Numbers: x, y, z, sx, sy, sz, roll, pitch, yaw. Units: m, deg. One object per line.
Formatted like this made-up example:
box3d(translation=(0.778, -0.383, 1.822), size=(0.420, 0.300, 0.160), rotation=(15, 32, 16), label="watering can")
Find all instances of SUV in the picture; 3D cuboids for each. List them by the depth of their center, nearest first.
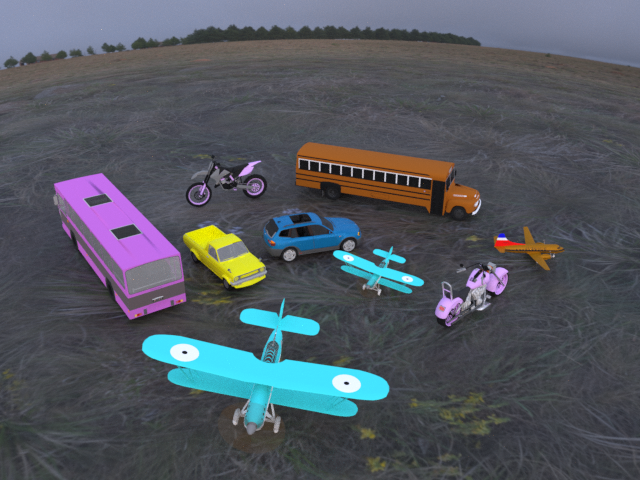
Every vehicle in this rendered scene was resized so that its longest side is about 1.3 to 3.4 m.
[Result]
box3d(translation=(-0.125, -0.118, 11.000), size=(1.572, 0.580, 0.656), rotation=(-9, 30, -16), label="SUV")

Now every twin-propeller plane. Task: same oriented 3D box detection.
box3d(translation=(3.244, 0.084, 10.810), size=(1.095, 0.407, 1.370), rotation=(0, 29, 1), label="twin-propeller plane")

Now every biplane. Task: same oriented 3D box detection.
box3d(translation=(-0.535, 1.421, 7.768), size=(2.598, 0.981, 2.120), rotation=(3, 29, 5), label="biplane")
box3d(translation=(0.878, 0.446, 10.047), size=(1.336, 0.504, 1.090), rotation=(12, 31, 20), label="biplane")

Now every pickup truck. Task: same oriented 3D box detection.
box3d(translation=(-1.452, 0.189, 10.511), size=(0.640, 0.511, 1.603), rotation=(-20, 34, -32), label="pickup truck")

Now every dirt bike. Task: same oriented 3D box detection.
box3d(translation=(-1.657, -1.051, 12.417), size=(1.493, 0.857, 0.527), rotation=(-11, 30, -19), label="dirt bike")

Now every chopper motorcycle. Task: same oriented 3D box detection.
box3d(translation=(2.093, 0.633, 9.439), size=(1.563, 0.761, 0.466), rotation=(-25, 38, -38), label="chopper motorcycle")

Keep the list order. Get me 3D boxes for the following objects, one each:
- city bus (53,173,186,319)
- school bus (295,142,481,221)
box3d(translation=(-3.043, 0.024, 10.413), size=(0.926, 0.894, 3.255), rotation=(-18, 33, -29), label="city bus")
box3d(translation=(1.204, -1.077, 12.479), size=(3.322, 0.844, 0.709), rotation=(11, 31, 19), label="school bus")
